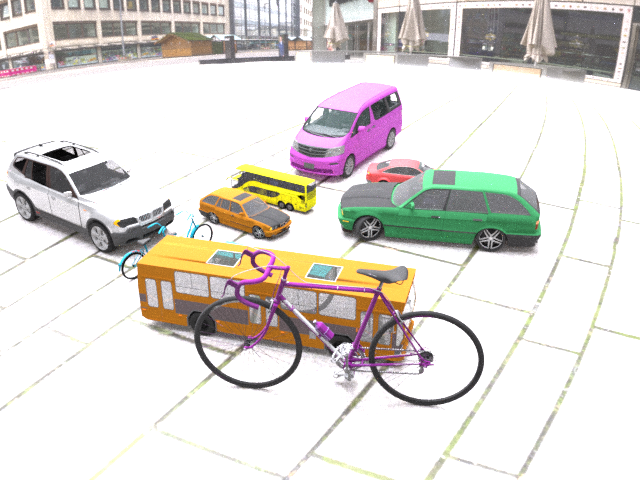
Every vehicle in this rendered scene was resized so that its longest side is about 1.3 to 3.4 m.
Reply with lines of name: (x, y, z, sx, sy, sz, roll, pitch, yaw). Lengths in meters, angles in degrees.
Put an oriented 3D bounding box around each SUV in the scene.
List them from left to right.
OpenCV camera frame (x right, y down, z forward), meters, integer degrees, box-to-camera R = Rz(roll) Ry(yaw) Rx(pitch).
SUV: (-3.690, -0.791, 11.063, 3.058, 1.128, 1.276, 18, 32, 31)

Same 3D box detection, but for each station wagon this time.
station wagon: (-1.197, -0.471, 11.155, 1.597, 0.473, 0.682, 18, 32, 31)
station wagon: (1.818, -0.559, 10.835, 3.105, 0.920, 1.327, 5, 27, 10)

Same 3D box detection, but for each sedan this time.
sedan: (1.630, -1.172, 12.529, 1.613, 0.483, 0.635, 5, 27, 10)

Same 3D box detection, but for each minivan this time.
minivan: (0.563, -2.217, 13.802, 1.324, 1.197, 3.011, 15, 30, 27)

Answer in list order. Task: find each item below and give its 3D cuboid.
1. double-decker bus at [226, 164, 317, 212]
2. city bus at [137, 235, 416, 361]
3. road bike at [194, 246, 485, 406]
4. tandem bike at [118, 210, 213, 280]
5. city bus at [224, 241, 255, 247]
double-decker bus: (-0.828, -0.905, 11.937, 1.672, 0.541, 0.389, 16, 31, 29)
city bus: (-0.524, 0.693, 8.391, 3.255, 0.894, 0.926, 7, 28, 14)
road bike: (0.156, 0.926, 7.089, 3.004, 1.656, 0.697, 4, 27, 8)
tandem bike: (-2.165, 0.031, 9.934, 0.283, 0.682, 1.642, 22, 34, 37)
city bus: (-0.619, 0.441, 9.371, 1.674, 0.460, 0.476, 11, 29, 20)
